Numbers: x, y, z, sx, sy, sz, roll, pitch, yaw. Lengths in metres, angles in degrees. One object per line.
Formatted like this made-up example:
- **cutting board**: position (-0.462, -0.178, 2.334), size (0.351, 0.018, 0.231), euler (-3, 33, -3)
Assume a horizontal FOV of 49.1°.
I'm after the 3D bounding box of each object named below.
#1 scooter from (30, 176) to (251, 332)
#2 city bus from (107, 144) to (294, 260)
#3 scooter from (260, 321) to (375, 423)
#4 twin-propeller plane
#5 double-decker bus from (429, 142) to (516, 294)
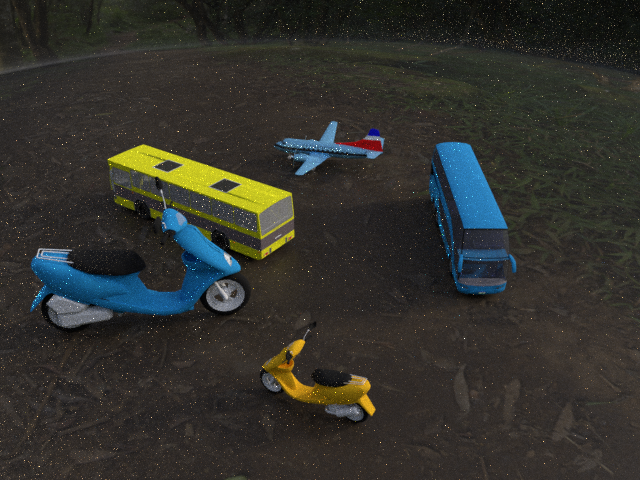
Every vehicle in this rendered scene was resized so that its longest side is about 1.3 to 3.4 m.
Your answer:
- **scooter**: position (-2.237, 0.297, 8.648), size (2.721, 1.786, 1.288), euler (-5, 31, -9)
- **city bus**: position (-1.937, -0.623, 11.099), size (3.255, 0.894, 0.926), euler (20, 36, 30)
- **scooter**: position (-0.056, 1.452, 7.536), size (1.399, 0.919, 0.662), euler (14, 33, 23)
- **twin-propeller plane**: position (0.139, -1.809, 13.225), size (2.129, 0.792, 2.663), euler (8, 31, 13)
- **double-decker bus**: position (2.192, -0.391, 10.547), size (0.756, 1.052, 3.251), euler (0, 30, 0)
